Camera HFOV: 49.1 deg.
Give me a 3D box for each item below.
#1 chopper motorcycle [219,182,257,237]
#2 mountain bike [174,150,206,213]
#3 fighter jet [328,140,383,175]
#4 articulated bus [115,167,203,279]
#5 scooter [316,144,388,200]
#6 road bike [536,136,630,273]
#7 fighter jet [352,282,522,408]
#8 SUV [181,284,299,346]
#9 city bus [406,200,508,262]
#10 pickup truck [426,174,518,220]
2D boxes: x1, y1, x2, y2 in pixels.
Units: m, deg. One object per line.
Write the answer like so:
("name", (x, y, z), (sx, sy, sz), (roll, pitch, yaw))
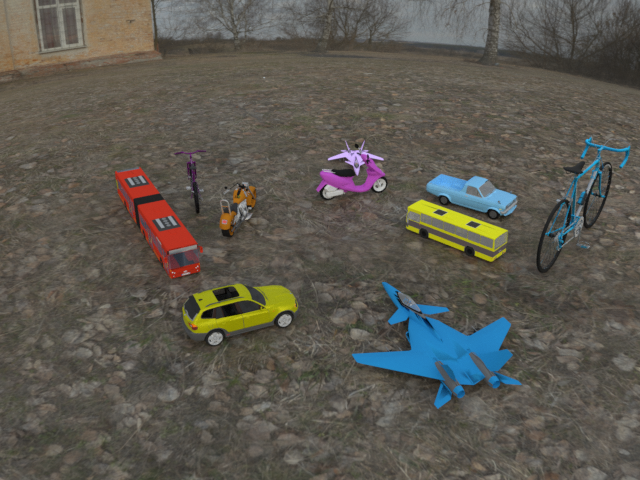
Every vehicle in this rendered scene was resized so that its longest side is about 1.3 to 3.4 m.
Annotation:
("chopper motorcycle", (-1.381, -0.641, 11.981), (0.466, 0.761, 1.563), (6, 29, 11))
("mountain bike", (-2.297, -1.103, 12.711), (0.573, 0.868, 1.469), (-7, 30, -12))
("fighter jet", (0.739, -1.678, 14.359), (1.147, 0.286, 1.358), (0, 29, 0))
("articulated bus", (-2.783, -0.381, 11.716), (0.605, 0.561, 3.401), (-14, 32, -24))
("scooter", (0.609, -1.219, 12.869), (1.399, 0.919, 0.662), (-9, 30, -16))
("road bike", (4.091, -0.620, 11.015), (0.696, 1.656, 3.004), (21, 35, 33))
("fighter jet", (1.392, 1.059, 9.103), (2.229, 0.557, 2.640), (-11, 31, -18))
("SUV", (-1.063, 0.903, 9.363), (1.572, 0.580, 0.656), (-12, 31, -21))
("city bus", (2.198, -0.151, 11.403), (1.674, 0.460, 0.476), (24, 37, 37))
("pickup truck", (2.735, -0.860, 12.640), (1.603, 0.511, 0.640), (20, 35, 32))
